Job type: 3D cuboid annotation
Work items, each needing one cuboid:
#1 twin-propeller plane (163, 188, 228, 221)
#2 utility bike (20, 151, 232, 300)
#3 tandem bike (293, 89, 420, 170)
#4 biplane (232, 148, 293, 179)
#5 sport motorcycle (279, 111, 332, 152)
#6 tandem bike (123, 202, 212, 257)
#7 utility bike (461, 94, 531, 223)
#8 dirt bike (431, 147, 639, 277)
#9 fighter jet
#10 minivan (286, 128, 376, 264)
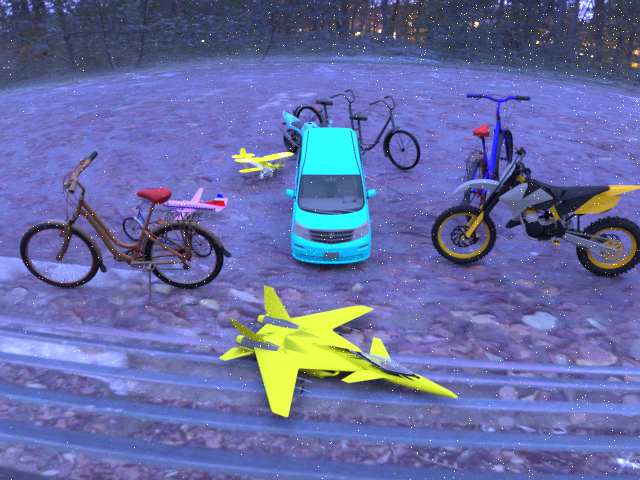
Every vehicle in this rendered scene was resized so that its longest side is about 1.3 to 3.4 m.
[{"bbox_3d":[-2.074,-0.603,11.494,1.095,0.407,1.370,5,28,9],"label":"twin-propeller plane"},{"bbox_3d":[-2.563,-0.090,8.976,2.791,1.839,1.039,0,28,0],"label":"utility bike"},{"bbox_3d":[0.646,-2.294,13.728,3.192,1.326,0.550,22,35,35],"label":"tandem bike"},{"bbox_3d":[-1.122,-1.443,12.989,1.090,0.504,1.336,25,36,38],"label":"biplane"},{"bbox_3d":[-0.220,-1.998,13.705,0.506,0.821,1.520,-23,35,-36],"label":"sport motorcycle"},{"bbox_3d":[-2.275,-0.166,10.366,1.642,0.682,0.283,12,30,21],"label":"tandem bike"},{"bbox_3d":[2.746,-1.451,11.569,1.039,1.839,2.791,14,31,25],"label":"utility bike"},{"bbox_3d":[3.012,-0.312,9.584,2.903,1.666,1.024,4,28,8],"label":"dirt bike"},{"bbox_3d":[0.277,1.232,7.837,2.640,0.557,2.229,13,31,24],"label":"fighter jet"},{"bbox_3d":[0.161,-0.754,10.932,1.324,1.197,3.011,0,28,0],"label":"minivan"}]
